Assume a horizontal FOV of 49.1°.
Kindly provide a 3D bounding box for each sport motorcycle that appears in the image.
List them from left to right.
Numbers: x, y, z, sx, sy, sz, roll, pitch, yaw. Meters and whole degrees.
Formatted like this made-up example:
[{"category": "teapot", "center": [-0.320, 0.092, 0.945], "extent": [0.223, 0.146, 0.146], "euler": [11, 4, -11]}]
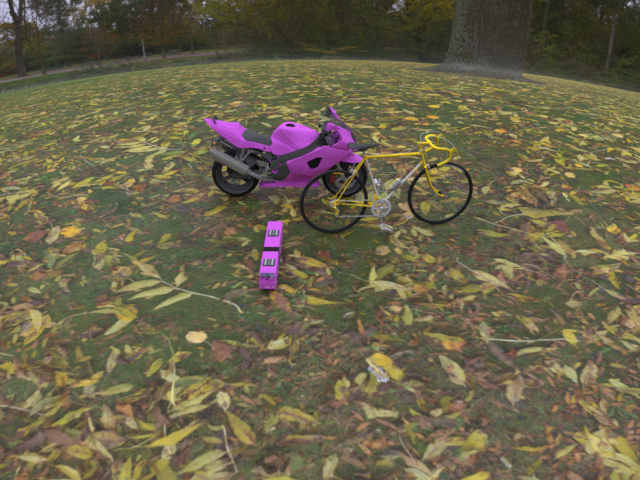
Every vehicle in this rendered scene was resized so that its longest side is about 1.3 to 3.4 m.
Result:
[{"category": "sport motorcycle", "center": [-0.595, -1.537, 12.827], "extent": [2.955, 1.596, 0.983], "euler": [1, 29, 2]}]

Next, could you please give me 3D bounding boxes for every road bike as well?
[{"category": "road bike", "center": [1.142, -0.925, 11.651], "extent": [3.004, 1.656, 0.696], "euler": [-5, 29, -9]}]

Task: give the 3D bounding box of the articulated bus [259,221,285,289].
[{"category": "articulated bus", "center": [-0.755, 0.208, 11.009], "extent": [0.311, 0.289, 1.749], "euler": [0, 29, 1]}]
